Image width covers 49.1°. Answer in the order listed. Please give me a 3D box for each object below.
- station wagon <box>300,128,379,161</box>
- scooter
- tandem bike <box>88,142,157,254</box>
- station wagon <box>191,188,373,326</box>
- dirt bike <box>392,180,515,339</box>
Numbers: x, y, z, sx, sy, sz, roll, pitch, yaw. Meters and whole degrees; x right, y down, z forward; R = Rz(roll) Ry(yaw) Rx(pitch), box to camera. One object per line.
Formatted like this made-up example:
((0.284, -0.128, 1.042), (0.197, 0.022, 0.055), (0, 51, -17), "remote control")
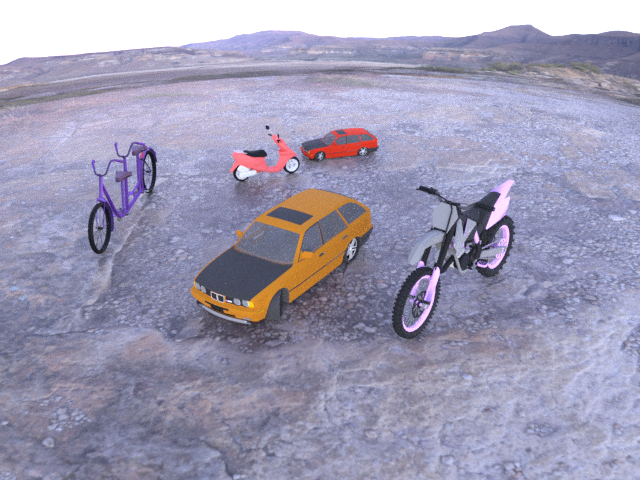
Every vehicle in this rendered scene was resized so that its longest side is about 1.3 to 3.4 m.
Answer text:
((0.389, -1.992, 14.396), (1.597, 0.473, 0.682), (-9, 28, -17), "station wagon")
((-1.031, -1.610, 13.152), (1.399, 0.919, 0.662), (-12, 29, -22), "scooter")
((-3.177, -0.957, 11.413), (0.550, 1.326, 3.192), (2, 27, 5), "tandem bike")
((-0.455, 0.086, 9.805), (1.327, 0.920, 3.105), (16, 31, 29), "station wagon")
((1.826, 0.095, 8.964), (1.024, 1.666, 2.903), (21, 34, 35), "dirt bike")
